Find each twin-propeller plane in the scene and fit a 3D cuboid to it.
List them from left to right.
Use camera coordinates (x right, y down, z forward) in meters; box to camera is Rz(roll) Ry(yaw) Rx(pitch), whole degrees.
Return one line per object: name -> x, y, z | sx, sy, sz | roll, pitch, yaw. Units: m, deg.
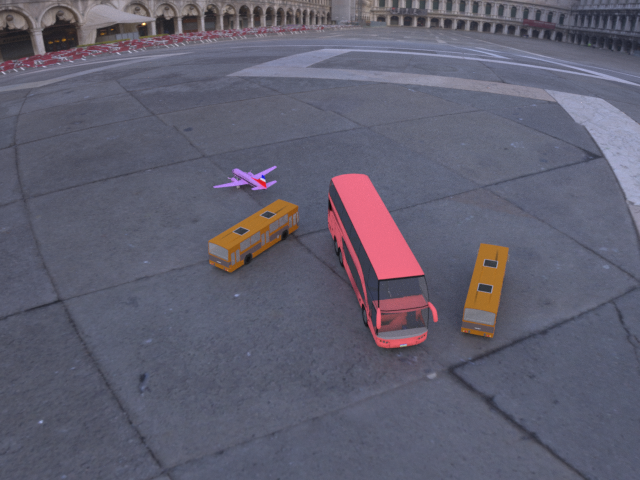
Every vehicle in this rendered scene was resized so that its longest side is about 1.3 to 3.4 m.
twin-propeller plane -> -1.286, -1.141, 12.650 | 1.370, 0.407, 1.095 | -23, 38, -33

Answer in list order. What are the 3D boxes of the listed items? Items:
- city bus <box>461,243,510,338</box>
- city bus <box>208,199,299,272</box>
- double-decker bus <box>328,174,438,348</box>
city bus -> 2.265, 0.672, 9.550 | 0.476, 0.460, 1.674 | 10, 32, 16
city bus -> -0.989, -0.069, 10.795 | 0.476, 0.460, 1.674 | 20, 36, 30
double-decker bus -> 0.742, 0.210, 9.748 | 0.756, 1.052, 3.251 | -6, 31, -9
